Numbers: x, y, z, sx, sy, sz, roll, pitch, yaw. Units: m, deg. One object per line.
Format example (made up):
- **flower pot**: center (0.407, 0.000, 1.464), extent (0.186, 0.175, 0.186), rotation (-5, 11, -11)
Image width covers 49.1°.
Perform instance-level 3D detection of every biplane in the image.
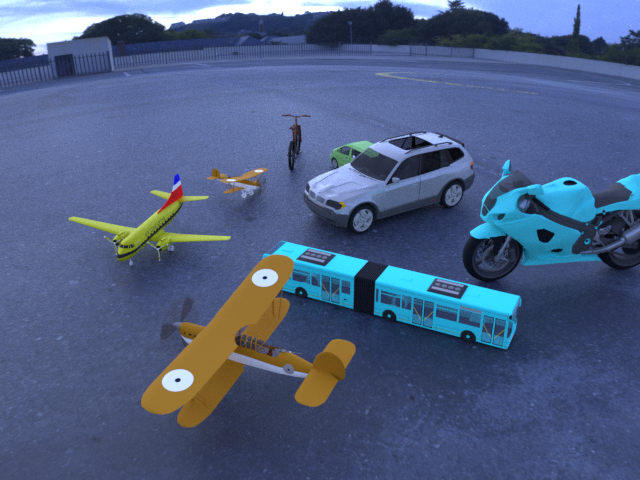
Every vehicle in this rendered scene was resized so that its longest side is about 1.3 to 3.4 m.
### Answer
- **biplane**: center (-1.459, -1.044, 12.420), extent (1.090, 0.504, 1.336), rotation (13, 30, 24)
- **biplane**: center (-0.714, 1.208, 7.436), extent (2.120, 0.981, 2.598), rotation (12, 29, 23)

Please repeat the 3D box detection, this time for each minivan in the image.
- **minivan**: center (0.792, -1.538, 13.274), extent (0.681, 0.616, 1.548), rotation (-15, 31, -28)

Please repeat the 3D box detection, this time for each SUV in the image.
- **SUV**: center (1.199, -1.061, 11.761), extent (3.058, 1.128, 1.276), rotation (-16, 31, -28)

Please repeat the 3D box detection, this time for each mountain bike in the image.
- **mountain bike**: center (-0.498, -1.974, 13.856), extent (0.573, 0.868, 1.469), rotation (3, 27, 5)

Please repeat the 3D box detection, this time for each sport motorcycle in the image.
- **sport motorcycle**: center (3.403, -0.241, 9.620), extent (2.955, 1.596, 0.983), rotation (-5, 27, -10)

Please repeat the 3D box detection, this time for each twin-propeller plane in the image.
- **twin-propeller plane**: center (-2.542, -0.315, 10.659), extent (2.663, 0.792, 2.129), rotation (7, 28, 14)

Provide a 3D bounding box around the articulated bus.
- **articulated bus**: center (0.834, 0.658, 8.991), extent (3.401, 0.561, 0.605), rotation (13, 29, 24)
